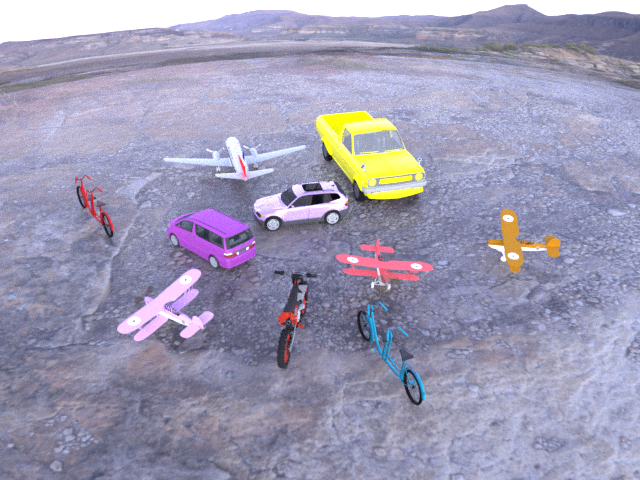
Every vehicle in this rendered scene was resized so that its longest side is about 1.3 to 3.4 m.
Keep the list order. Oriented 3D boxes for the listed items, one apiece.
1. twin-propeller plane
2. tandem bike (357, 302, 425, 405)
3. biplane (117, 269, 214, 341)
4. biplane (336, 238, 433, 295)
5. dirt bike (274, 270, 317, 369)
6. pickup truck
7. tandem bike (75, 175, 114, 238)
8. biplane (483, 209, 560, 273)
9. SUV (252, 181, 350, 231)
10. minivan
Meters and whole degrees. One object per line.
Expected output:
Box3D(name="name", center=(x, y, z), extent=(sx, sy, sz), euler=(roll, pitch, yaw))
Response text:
Box3D(name="twin-propeller plane", center=(-1.516, -1.583, 12.862), extent=(2.663, 0.792, 2.129), euler=(-7, 30, -12))
Box3D(name="tandem bike", center=(0.790, 1.221, 8.053), extent=(0.283, 0.682, 1.642), euler=(-12, 32, -20))
Box3D(name="biplane", center=(-1.861, 0.922, 8.757), extent=(1.090, 0.504, 1.336), euler=(20, 35, 31))
Box3D(name="biplane", center=(0.874, 0.351, 9.759), extent=(1.336, 0.504, 1.090), euler=(-2, 30, -3))
Box3D(name="dirt bike", center=(-0.326, 0.847, 8.532), extent=(0.527, 0.857, 1.493), euler=(5, 30, 9))
Box3D(name="pickup truck", center=(0.861, -1.714, 12.889), extent=(1.244, 0.993, 3.117), euler=(-8, 31, -14))
Box3D(name="tandem bike", center=(-3.640, -0.586, 11.224), extent=(0.283, 0.682, 1.642), euler=(-19, 35, -30))
Box3D(name="biplane", center=(2.943, 0.083, 10.228), extent=(1.090, 0.504, 1.336), euler=(4, 30, 6))
Box3D(name="SUV", center=(-0.307, -0.590, 11.333), extent=(1.572, 0.580, 0.656), euler=(-6, 30, -11))
Box3D(name="minivan", center=(-1.657, -0.103, 10.442), extent=(1.548, 0.616, 0.681), euler=(25, 38, 36))
